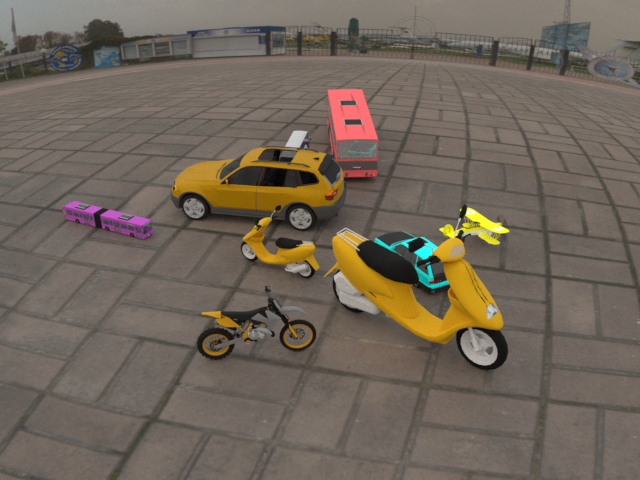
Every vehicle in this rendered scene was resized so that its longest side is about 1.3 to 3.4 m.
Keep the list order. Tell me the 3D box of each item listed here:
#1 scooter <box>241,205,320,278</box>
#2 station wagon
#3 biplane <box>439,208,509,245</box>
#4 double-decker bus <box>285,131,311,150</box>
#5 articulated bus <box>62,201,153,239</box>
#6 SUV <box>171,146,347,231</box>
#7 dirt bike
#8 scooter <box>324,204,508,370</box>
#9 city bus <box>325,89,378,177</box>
[{"bbox_3d":[-0.629,0.040,10.481,1.399,0.919,0.662,16,33,27],"label":"scooter"},{"bbox_3d":[1.438,0.224,10.609,0.682,0.473,1.597,-15,32,-25],"label":"station wagon"},{"bbox_3d":[2.476,-0.174,11.300,1.090,0.504,1.336,-8,30,-15],"label":"biplane"},{"bbox_3d":[-0.503,-1.732,14.096,0.389,0.541,1.672,4,29,8],"label":"double-decker bus"},{"bbox_3d":[-3.598,-0.347,11.839,1.749,0.289,0.311,13,31,22],"label":"articulated bus"},{"bbox_3d":[-1.064,-1.005,12.165,3.058,1.128,1.276,6,29,11],"label":"SUV"},{"bbox_3d":[-0.785,1.073,8.667,1.493,0.857,0.527,-4,29,-8],"label":"dirt bike"},{"bbox_3d":[1.167,0.472,8.796,2.721,1.786,1.288,21,35,33],"label":"scooter"},{"bbox_3d":[0.633,-2.257,14.684,0.926,0.894,3.255,-1,29,-2],"label":"city bus"}]
